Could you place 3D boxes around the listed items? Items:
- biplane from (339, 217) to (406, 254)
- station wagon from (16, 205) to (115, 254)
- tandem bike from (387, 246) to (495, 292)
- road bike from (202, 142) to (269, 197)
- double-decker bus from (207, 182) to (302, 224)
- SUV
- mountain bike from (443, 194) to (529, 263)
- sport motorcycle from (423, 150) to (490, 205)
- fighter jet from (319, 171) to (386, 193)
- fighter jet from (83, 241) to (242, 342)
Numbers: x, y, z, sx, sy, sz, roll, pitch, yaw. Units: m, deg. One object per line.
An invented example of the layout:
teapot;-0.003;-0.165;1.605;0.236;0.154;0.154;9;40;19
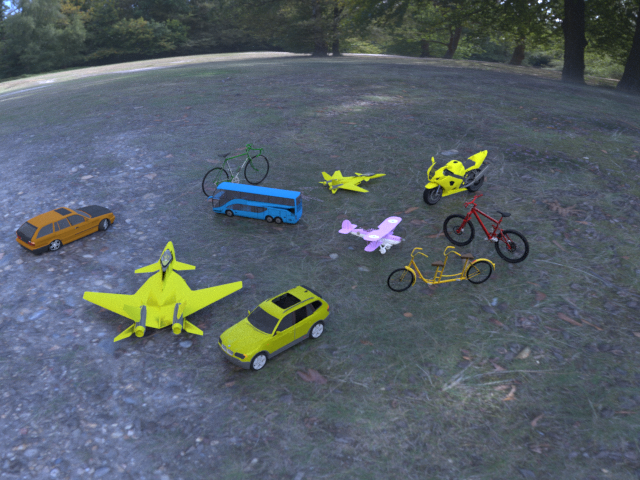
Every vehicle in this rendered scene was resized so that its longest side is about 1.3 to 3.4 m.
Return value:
biplane;0.860;-0.093;11.269;1.090;0.504;1.336;12;31;22
station wagon;-4.205;-0.276;11.642;0.682;0.473;1.597;22;35;35
tandem bike;1.776;0.404;10.160;1.642;0.682;0.283;-5;29;-10
road bike;-1.576;-1.319;13.178;1.545;0.852;0.358;-23;36;-36
double-decker bus;-1.135;-0.655;12.274;1.672;0.541;0.389;9;30;16
SUV;-0.574;1.082;9.010;1.572;0.580;0.656;-24;36;-37
mountain bike;2.613;-0.170;11.028;1.469;0.868;0.573;20;34;32
sport motorcycle;2.500;-1.160;12.915;1.520;0.821;0.506;-18;33;-30
fighter jet;0.709;-1.231;13.609;1.358;0.286;1.147;-14;31;-24
fighter jet;-2.258;0.493;10.126;2.229;0.557;2.640;-3;29;-6
